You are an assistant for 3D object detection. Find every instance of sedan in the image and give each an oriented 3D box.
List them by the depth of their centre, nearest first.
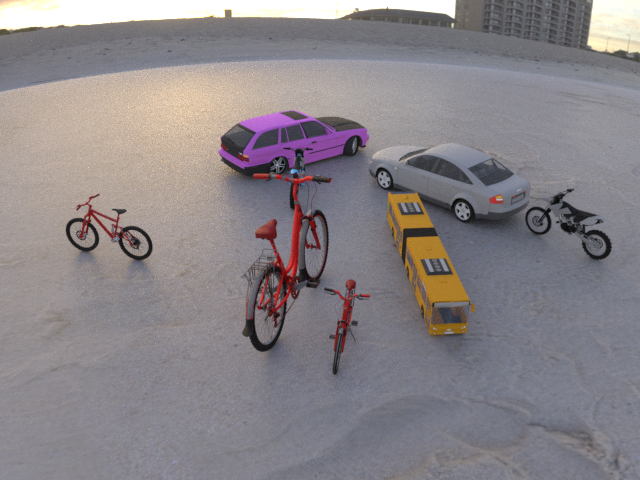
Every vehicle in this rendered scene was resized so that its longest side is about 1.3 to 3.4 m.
[{"bbox_3d":[2.197,-1.198,12.352,1.235,0.940,3.137,-23,36,-36],"label":"sedan"}]

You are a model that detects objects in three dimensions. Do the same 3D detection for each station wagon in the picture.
[{"bbox_3d":[-0.454,-2.081,14.040,3.105,0.920,1.327,-18,33,-31],"label":"station wagon"}]

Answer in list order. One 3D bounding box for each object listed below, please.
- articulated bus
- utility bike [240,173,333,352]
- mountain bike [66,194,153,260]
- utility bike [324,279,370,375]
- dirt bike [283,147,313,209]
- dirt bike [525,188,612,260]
[{"bbox_3d":[1.477,0.203,10.114,0.605,0.561,3.401,-2,28,-4],"label":"articulated bus"},{"bbox_3d":[-0.471,0.116,8.913,1.039,1.839,2.791,9,29,17],"label":"utility bike"},{"bbox_3d":[-3.179,-0.155,10.461,1.469,0.868,0.573,8,29,15],"label":"mountain bike"},{"bbox_3d":[0.340,0.906,8.376,0.535,0.946,1.435,4,28,8],"label":"utility bike"},{"bbox_3d":[-0.402,-1.174,12.396,0.527,0.857,1.493,3,28,6],"label":"dirt bike"},{"bbox_3d":[3.801,-0.286,10.719,0.527,0.857,1.493,-21,35,-34],"label":"dirt bike"}]
